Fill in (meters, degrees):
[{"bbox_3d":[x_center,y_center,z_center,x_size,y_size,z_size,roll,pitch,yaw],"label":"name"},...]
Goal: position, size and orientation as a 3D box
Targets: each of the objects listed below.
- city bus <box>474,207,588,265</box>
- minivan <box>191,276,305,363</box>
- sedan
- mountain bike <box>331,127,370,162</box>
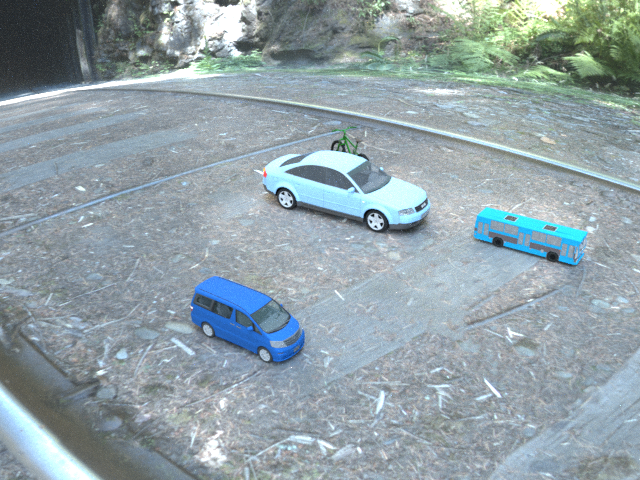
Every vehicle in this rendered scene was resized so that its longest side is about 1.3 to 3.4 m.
[{"bbox_3d":[3.308,-0.058,11.082,1.674,0.460,0.476,17,32,30],"label":"city bus"},{"bbox_3d":[-0.919,0.984,8.868,1.548,0.616,0.681,18,32,31],"label":"minivan"},{"bbox_3d":[0.438,-0.981,12.366,3.137,0.940,1.235,16,31,28],"label":"sedan"},{"bbox_3d":[0.609,-1.724,13.904,0.573,0.868,1.469,-14,30,-26],"label":"mountain bike"}]
